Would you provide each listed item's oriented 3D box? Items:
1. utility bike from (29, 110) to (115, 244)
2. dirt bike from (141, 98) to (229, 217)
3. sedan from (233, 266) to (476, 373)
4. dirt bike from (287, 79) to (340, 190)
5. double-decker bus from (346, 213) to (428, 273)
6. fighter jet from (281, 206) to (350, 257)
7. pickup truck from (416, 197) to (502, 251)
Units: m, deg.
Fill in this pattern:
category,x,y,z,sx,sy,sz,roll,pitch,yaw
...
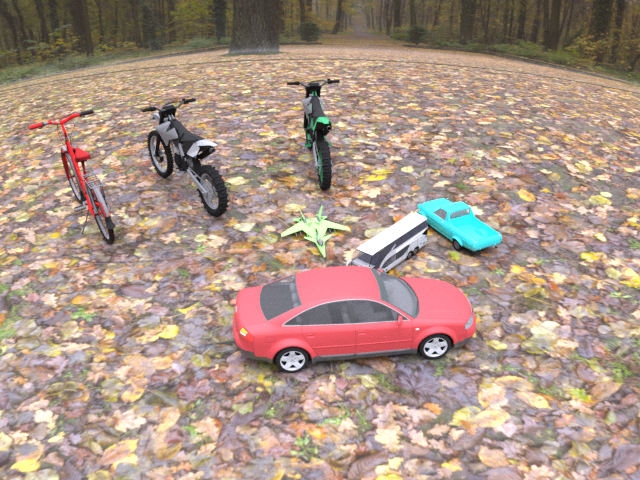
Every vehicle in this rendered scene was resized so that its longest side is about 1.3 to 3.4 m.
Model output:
category,x,y,z,sx,sy,sz,roll,pitch,yaw
utility bike,-3.989,-1.069,11.464,1.039,1.839,2.791,-17,34,-27
dirt bike,-2.467,-1.567,12.510,1.024,1.666,2.903,-20,36,-31
sedan,0.453,0.888,8.944,3.137,0.940,1.235,-4,30,-7
dirt bike,-0.082,-2.200,13.617,1.024,1.666,2.903,-4,30,-7
double-decker bus,1.062,0.135,10.664,0.389,0.541,1.672,23,37,34
fighter jet,-0.050,-0.139,11.401,1.147,0.286,1.358,-5,30,-9
pickup truck,2.249,-0.298,11.454,0.640,0.511,1.603,-15,33,-24
